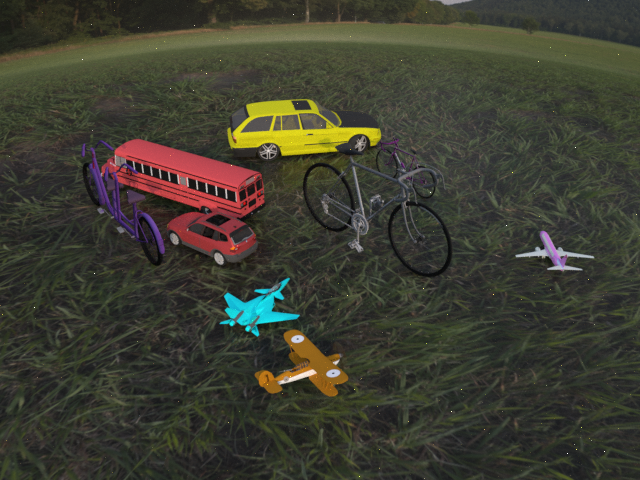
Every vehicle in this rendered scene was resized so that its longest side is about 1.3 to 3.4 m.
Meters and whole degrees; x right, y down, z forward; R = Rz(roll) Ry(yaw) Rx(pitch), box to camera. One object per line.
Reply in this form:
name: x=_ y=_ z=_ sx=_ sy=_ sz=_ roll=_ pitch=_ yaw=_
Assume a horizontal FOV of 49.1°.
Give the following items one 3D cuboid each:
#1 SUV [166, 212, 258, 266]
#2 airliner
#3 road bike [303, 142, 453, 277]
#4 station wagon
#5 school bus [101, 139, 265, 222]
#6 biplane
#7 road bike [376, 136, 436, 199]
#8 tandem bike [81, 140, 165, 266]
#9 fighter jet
SUV: x=-1.684 y=-0.126 z=10.801 sx=1.572 sy=0.580 sz=0.656 roll=21 pitch=36 yaw=31
airliner: x=3.525 y=0.093 z=10.578 sx=1.161 sy=0.429 sz=1.307 roll=1 pitch=30 yaw=1
road bike: x=0.774 y=-0.553 z=10.467 sx=0.697 sy=1.656 sz=3.004 roll=-26 pitch=39 yaw=-37
station wagon: x=-0.306 y=-2.311 z=14.183 sx=3.105 sy=0.920 sz=1.327 roll=-6 pitch=31 yaw=-9
school bus: x=-2.497 y=-1.088 z=12.178 sx=3.322 sy=0.844 sz=0.709 roll=18 pitch=35 yaw=27
biplane: x=-0.212 y=1.497 z=8.114 sx=1.090 sy=0.504 sz=1.336 roll=-15 pitch=34 yaw=-24
road bike: x=1.526 y=-1.316 z=12.559 sx=0.358 sy=0.852 sz=1.545 roll=-21 pitch=37 yaw=-32
tandem bike: x=-3.190 y=-0.686 z=11.019 sx=0.550 sy=1.326 sz=3.192 roll=-20 pitch=36 yaw=-30
fighter jet: x=-0.751 y=0.780 z=9.550 sx=1.147 sy=0.286 sz=1.358 roll=15 pitch=33 yaw=23
